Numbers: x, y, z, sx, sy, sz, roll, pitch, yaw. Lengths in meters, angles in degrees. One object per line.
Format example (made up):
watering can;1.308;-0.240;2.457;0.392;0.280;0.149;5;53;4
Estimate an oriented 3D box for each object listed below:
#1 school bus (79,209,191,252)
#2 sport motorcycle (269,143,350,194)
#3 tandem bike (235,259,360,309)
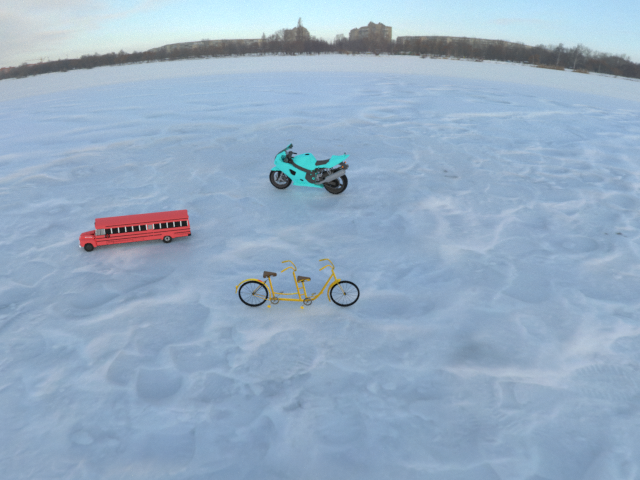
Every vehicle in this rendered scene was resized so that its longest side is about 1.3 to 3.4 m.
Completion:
school bus;-2.904;-0.162;10.977;1.708;0.434;0.365;-7;27;-13
sport motorcycle;-0.203;-1.273;12.801;1.520;0.821;0.506;6;27;12
tandem bike;-0.296;0.583;9.179;1.642;0.682;0.283;0;26;0
